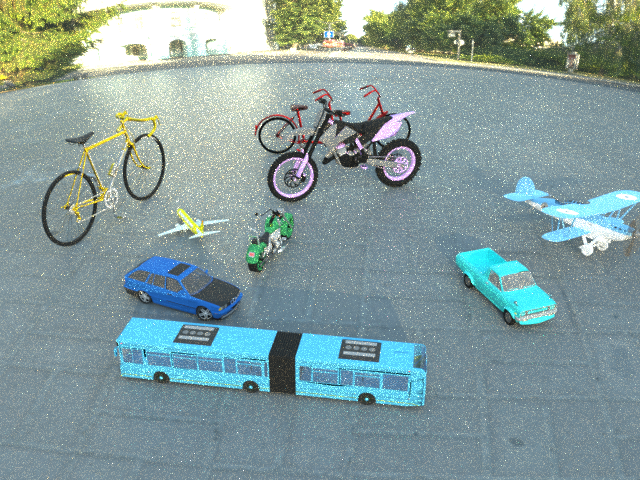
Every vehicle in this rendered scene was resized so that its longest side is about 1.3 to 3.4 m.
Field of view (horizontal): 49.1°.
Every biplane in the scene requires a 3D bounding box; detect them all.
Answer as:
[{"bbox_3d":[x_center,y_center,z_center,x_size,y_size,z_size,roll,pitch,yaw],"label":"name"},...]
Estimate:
[{"bbox_3d":[3.856,-0.403,10.571,2.598,0.981,2.120,-21,34,-35],"label":"biplane"}]

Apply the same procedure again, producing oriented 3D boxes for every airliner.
[{"bbox_3d":[-2.043,-0.341,11.051,1.161,0.429,1.307,-14,30,-25],"label":"airliner"}]

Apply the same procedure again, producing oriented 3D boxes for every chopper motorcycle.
[{"bbox_3d":[-0.706,-0.120,10.260,0.466,0.761,1.563,8,28,16],"label":"chopper motorcycle"}]

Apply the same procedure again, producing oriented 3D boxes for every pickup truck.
[{"bbox_3d":[2.427,0.540,9.254,0.640,0.511,1.603,-10,29,-18],"label":"pickup truck"}]

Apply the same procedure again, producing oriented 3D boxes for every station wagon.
[{"bbox_3d":[-1.798,0.593,9.191,1.597,0.473,0.682,12,30,23],"label":"station wagon"}]

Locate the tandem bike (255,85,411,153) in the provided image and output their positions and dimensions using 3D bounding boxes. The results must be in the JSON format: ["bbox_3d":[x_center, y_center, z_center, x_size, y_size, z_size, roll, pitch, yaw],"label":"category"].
[{"bbox_3d":[0.273,-2.402,14.074,3.192,1.326,0.550,-3,27,-5],"label":"tandem bike"}]

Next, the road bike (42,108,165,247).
[{"bbox_3d":[-3.372,-1.080,11.147,0.697,1.656,3.004,11,29,21],"label":"road bike"}]

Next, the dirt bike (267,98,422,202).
[{"bbox_3d":[0.476,-1.550,12.049,2.903,1.666,1.024,-10,29,-18],"label":"dirt bike"}]

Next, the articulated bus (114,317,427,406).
[{"bbox_3d":[-0.553,1.324,7.676,3.401,0.561,0.605,4,28,8],"label":"articulated bus"}]
